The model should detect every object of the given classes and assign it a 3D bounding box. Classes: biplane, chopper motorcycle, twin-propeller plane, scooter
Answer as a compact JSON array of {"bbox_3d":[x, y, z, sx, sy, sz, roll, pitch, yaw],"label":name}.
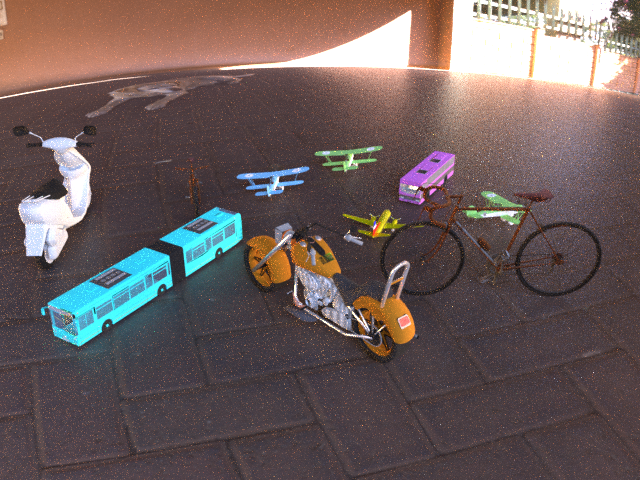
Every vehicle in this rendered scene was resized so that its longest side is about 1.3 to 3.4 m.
[{"bbox_3d":[2.922,-0.488,11.669,1.090,0.504,1.336,-8,29,-16],"label":"biplane"},{"bbox_3d":[-0.876,-1.022,12.685,1.336,0.504,1.090,2,28,4],"label":"biplane"},{"bbox_3d":[0.002,0.422,8.891,0.906,1.480,3.040,-22,35,-36],"label":"chopper motorcycle"},{"bbox_3d":[0.528,-1.551,13.692,1.336,0.504,1.090,4,28,8],"label":"biplane"},{"bbox_3d":[1.000,-0.310,11.435,1.370,0.407,1.095,9,29,16],"label":"twin-propeller plane"},{"bbox_3d":[-4.089,-0.821,10.926,1.288,1.786,2.721,0,28,-1],"label":"scooter"}]

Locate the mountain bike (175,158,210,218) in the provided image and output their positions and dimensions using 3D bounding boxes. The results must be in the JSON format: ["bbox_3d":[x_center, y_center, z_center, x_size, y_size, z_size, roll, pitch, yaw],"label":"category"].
[{"bbox_3d":[-2.200,-0.969,12.194,0.573,0.868,1.469,-6,28,-11],"label":"mountain bike"}]

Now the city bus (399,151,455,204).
[{"bbox_3d":[1.998,-1.155,12.986,0.476,0.460,1.674,15,31,26],"label":"city bus"}]

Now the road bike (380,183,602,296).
[{"bbox_3d":[2.317,0.047,9.415,3.004,1.656,0.697,0,28,1],"label":"road bike"}]

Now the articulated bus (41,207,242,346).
[{"bbox_3d":[-2.323,0.403,9.913,0.605,0.561,3.401,16,32,28],"label":"articulated bus"}]
